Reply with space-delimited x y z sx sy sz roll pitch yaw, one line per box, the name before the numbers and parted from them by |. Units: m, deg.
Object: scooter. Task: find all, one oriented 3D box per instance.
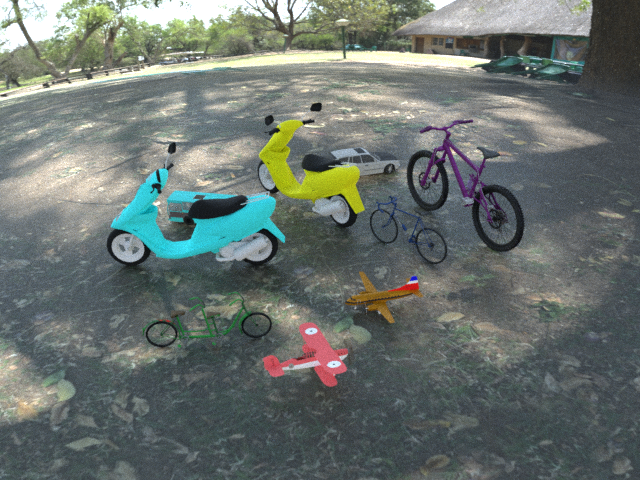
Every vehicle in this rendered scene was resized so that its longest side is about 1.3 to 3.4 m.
scooter | -1.896 -0.414 10.457 2.721 1.786 1.288 0 28 -1
scooter | -0.242 -1.349 12.228 1.288 1.786 2.721 -23 36 -37

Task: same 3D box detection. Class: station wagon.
station wagon | 0.819 -1.585 14.079 1.597 0.473 0.682 -10 29 -18

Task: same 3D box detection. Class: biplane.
biplane | -0.137 1.420 8.359 1.090 0.504 1.336 -8 29 -16

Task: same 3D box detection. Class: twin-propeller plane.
twin-propeller plane | 0.871 0.738 9.752 1.095 0.407 1.370 -7 29 -13

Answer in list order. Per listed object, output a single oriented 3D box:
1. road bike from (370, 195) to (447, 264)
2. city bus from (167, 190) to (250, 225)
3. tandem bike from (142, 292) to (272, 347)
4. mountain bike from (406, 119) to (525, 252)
road bike | 1.373 -0.177 11.010 1.545 0.852 0.358 25 37 38
city bus | -1.765 -0.506 12.052 1.674 0.460 0.476 5 28 10
tandem bike | -1.435 1.027 8.912 1.642 0.682 0.283 -4 28 -8
mountain bike | 2.356 -0.965 11.605 1.114 1.688 2.857 -15 32 -27
